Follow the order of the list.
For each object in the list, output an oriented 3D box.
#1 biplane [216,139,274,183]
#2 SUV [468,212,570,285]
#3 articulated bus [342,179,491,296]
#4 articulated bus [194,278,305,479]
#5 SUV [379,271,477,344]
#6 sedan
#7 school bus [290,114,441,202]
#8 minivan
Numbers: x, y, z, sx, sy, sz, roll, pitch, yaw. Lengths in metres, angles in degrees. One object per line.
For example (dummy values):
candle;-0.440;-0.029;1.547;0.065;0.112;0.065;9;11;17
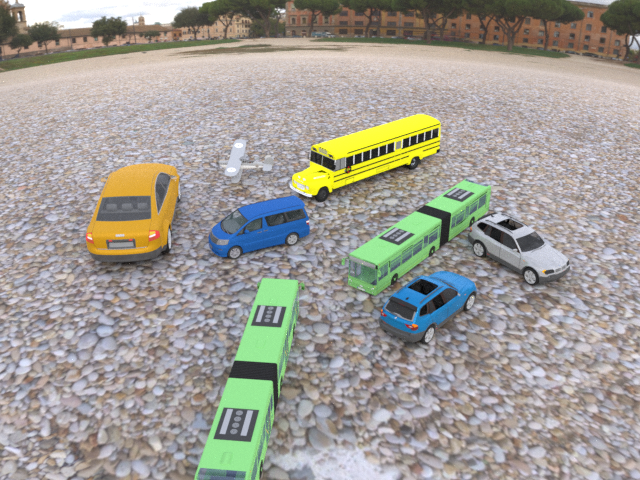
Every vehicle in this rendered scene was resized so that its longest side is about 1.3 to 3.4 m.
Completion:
biplane;-1.401;-1.404;13.025;1.090;0.504;1.336;2;28;3
SUV;2.873;0.089;10.168;0.656;0.580;1.572;-19;33;-31
articulated bus;1.589;-0.131;10.598;0.605;0.561;3.401;21;35;33
articulated bus;-0.676;1.491;7.582;0.605;0.561;3.401;3;28;5
SUV;1.405;0.755;8.930;0.656;0.580;1.572;23;36;36
sedan;-2.917;-0.645;11.153;1.235;0.940;3.137;-2;28;-4
school bus;0.888;-1.566;12.967;3.322;0.844;0.709;-22;35;-35
minivan;-0.939;-0.212;10.690;1.548;0.616;0.681;-14;31;-23
